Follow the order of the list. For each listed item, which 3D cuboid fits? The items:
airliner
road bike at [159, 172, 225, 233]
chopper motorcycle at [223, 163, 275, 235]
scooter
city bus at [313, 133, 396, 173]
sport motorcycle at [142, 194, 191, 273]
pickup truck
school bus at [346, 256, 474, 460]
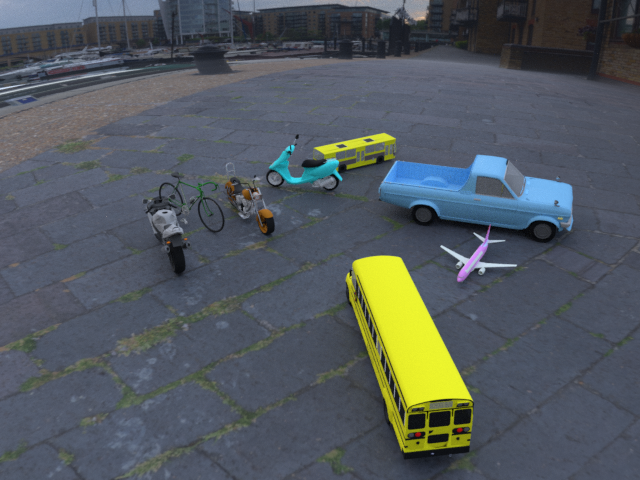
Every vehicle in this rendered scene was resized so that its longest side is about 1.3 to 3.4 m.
[{"bbox_3d":[2.252,0.205,10.166,1.161,0.429,1.307,16,32,27],"label":"airliner"},{"bbox_3d":[-2.103,-0.649,11.315,1.545,0.852,0.358,21,34,33],"label":"road bike"},{"bbox_3d":[-1.171,-0.687,11.483,0.466,0.761,1.563,-16,32,-27],"label":"chopper motorcycle"},{"bbox_3d":[-0.294,-1.348,12.553,1.399,0.919,0.662,5,28,9],"label":"scooter"},{"bbox_3d":[0.686,-1.671,13.642,1.674,0.460,0.476,-16,32,-27],"label":"city bus"},{"bbox_3d":[-2.257,-0.121,10.361,0.506,0.821,1.520,-12,30,-21],"label":"sport motorcycle"},{"bbox_3d":[2.569,-0.817,11.480,3.117,0.993,1.244,9,29,16],"label":"pickup truck"},{"bbox_3d":[0.888,1.086,8.078,0.709,0.844,3.322,-4,28,-7],"label":"school bus"}]
